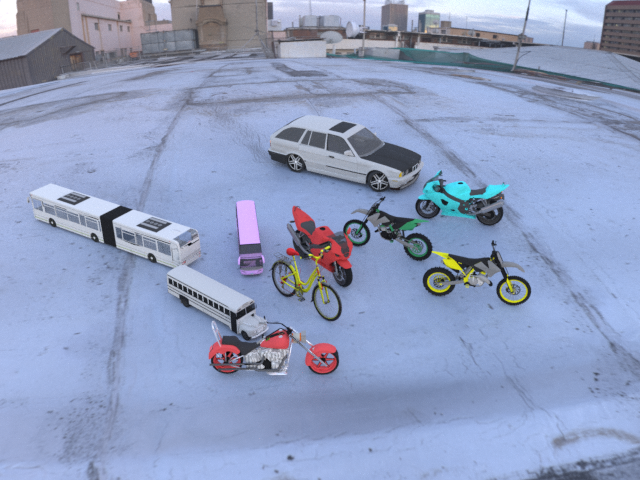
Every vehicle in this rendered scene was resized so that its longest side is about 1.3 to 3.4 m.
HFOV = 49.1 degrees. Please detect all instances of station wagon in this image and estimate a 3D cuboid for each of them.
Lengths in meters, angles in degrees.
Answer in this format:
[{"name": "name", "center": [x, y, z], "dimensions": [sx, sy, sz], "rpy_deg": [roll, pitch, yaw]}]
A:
[{"name": "station wagon", "center": [0.506, -1.787, 13.804], "dimensions": [3.105, 0.920, 1.327], "rpy_deg": [16, 33, 27]}]

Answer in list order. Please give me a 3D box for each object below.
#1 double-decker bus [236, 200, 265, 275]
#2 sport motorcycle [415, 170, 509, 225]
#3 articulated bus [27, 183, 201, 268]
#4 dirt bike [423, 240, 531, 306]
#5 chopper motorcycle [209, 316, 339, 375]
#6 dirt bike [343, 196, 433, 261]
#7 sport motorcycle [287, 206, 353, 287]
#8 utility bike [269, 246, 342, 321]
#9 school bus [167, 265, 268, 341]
[{"name": "double-decker bus", "center": [-1.123, -0.042, 11.002], "dimensions": [0.389, 0.541, 1.672], "rpy_deg": [-4, 29, -7]}, {"name": "sport motorcycle", "center": [2.389, -0.681, 11.881], "dimensions": [1.520, 0.821, 0.506], "rpy_deg": [7, 29, 12]}, {"name": "articulated bus", "center": [-3.405, -0.265, 11.389], "dimensions": [3.401, 0.561, 0.605], "rpy_deg": [16, 33, 27]}, {"name": "dirt bike", "center": [2.189, 0.474, 9.727], "dimensions": [1.493, 0.857, 0.527], "rpy_deg": [7, 29, 12]}, {"name": "chopper motorcycle", "center": [-0.552, 1.282, 8.347], "dimensions": [1.563, 0.761, 0.466], "rpy_deg": [-1, 29, -1]}, {"name": "dirt bike", "center": [1.046, -0.170, 10.907], "dimensions": [1.493, 0.857, 0.527], "rpy_deg": [13, 31, 22]}, {"name": "sport motorcycle", "center": [0.019, 0.087, 10.474], "dimensions": [0.506, 0.821, 1.520], "rpy_deg": [-18, 33, -29]}, {"name": "utility bike", "center": [-0.182, 0.487, 9.611], "dimensions": [0.535, 0.946, 1.435], "rpy_deg": [-25, 38, -38]}, {"name": "school bus", "center": [-1.403, 0.834, 9.509], "dimensions": [1.708, 0.434, 0.365], "rpy_deg": [22, 36, 35]}]
